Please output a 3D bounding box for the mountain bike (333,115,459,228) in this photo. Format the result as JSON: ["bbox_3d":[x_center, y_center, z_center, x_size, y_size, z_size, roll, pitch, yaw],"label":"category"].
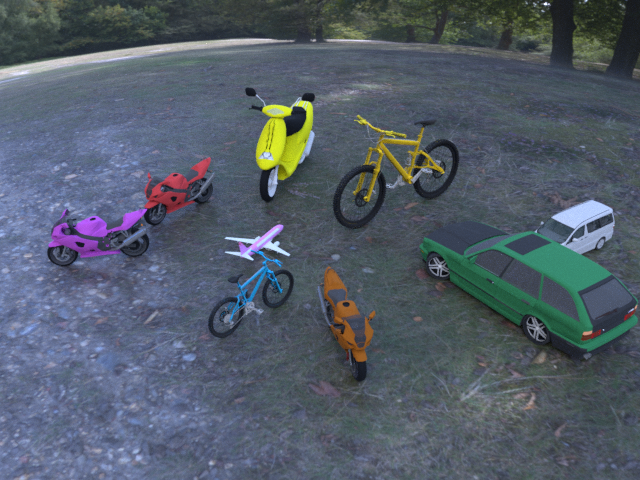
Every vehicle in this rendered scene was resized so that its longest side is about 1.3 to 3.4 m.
[{"bbox_3d":[1.345,-1.236,11.698,2.857,1.688,1.114,-21,36,-32],"label":"mountain bike"}]

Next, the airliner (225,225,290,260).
[{"bbox_3d":[-0.909,-0.049,10.895,1.161,0.429,1.307,14,33,24],"label":"airliner"}]

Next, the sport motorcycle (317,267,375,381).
[{"bbox_3d":[0.307,1.024,8.634,0.506,0.821,1.520,-7,31,-13],"label":"sport motorcycle"}]

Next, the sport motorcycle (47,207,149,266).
[{"bbox_3d":[-3.325,-0.049,10.501,1.520,0.821,0.506,-8,31,-14],"label":"sport motorcycle"}]

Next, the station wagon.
[{"bbox_3d":[2.731,0.412,9.598,1.327,0.920,3.105,-19,35,-30],"label":"station wagon"}]

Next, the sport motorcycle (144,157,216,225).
[{"bbox_3d":[-2.393,-0.833,11.866,0.506,0.821,1.520,22,36,33],"label":"sport motorcycle"}]

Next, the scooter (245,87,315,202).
[{"bbox_3d":[-0.625,-1.986,12.906,1.288,1.786,2.721,8,31,14],"label":"scooter"}]

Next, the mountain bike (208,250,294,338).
[{"bbox_3d":[-0.881,0.694,9.160,0.573,0.868,1.469,26,39,37],"label":"mountain bike"}]

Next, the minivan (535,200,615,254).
[{"bbox_3d":[3.860,-0.107,10.808,1.548,0.616,0.681,-19,35,-30],"label":"minivan"}]
